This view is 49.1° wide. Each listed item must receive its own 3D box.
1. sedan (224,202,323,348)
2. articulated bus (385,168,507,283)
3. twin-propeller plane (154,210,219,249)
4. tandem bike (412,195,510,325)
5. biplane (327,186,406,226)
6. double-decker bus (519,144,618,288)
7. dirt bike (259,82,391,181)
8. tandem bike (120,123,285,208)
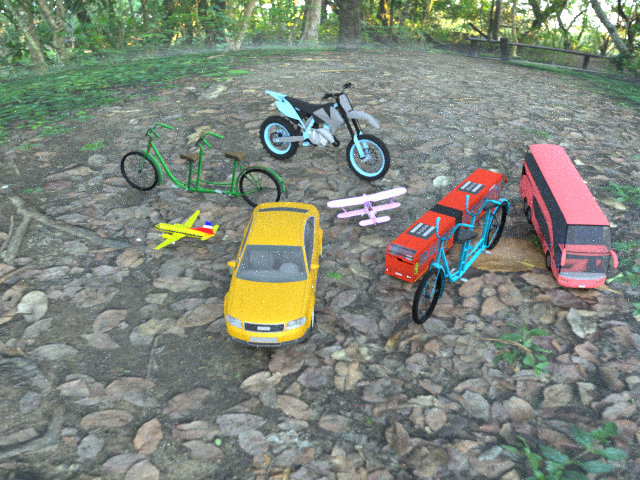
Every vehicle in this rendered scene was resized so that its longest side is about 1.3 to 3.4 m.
[{"bbox_3d":[-0.602,0.289,9.819,1.235,0.940,3.137,2,30,3],"label":"sedan"},{"bbox_3d":[2.087,-0.320,11.268,0.605,0.561,3.401,18,34,29],"label":"articulated bus"},{"bbox_3d":[-2.183,-0.188,11.192,1.095,0.407,1.370,10,31,17],"label":"twin-propeller plane"},{"bbox_3d":[2.089,0.014,9.911,0.550,1.326,3.192,19,35,29],"label":"tandem bike"},{"bbox_3d":[0.805,-0.509,11.657,1.336,0.504,1.090,-4,30,-6],"label":"biplane"},{"bbox_3d":[3.782,-0.434,10.974,0.756,1.052,3.251,2,30,3],"label":"double-decker bus"},{"bbox_3d":[0.046,-2.110,13.292,2.903,1.666,1.024,17,34,27],"label":"dirt bike"},{"bbox_3d":[-2.114,-1.285,12.190,3.192,1.326,0.550,9,31,16],"label":"tandem bike"}]
